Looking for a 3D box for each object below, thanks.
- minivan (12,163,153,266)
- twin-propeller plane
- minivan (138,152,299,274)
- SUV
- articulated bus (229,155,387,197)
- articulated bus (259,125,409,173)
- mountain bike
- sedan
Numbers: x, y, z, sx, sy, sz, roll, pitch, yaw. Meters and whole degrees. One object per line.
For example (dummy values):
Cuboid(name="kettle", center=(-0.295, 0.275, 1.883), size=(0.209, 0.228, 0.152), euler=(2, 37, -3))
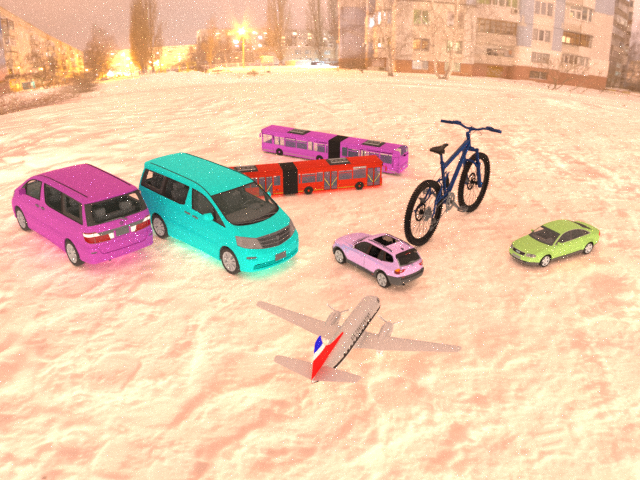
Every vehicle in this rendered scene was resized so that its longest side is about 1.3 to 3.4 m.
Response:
Cuboid(name="minivan", center=(-3.967, -0.570, 11.376), size=(1.324, 1.197, 3.011), euler=(-22, 33, -39))
Cuboid(name="twin-propeller plane", center=(0.333, 1.058, 8.381), size=(2.663, 0.792, 2.129), euler=(10, 27, 21))
Cuboid(name="minivan", center=(-1.664, -0.489, 11.204), size=(3.011, 1.197, 1.324), euler=(22, 33, 39))
Cuboid(name="SUV", center=(0.849, 0.191, 10.480), size=(0.656, 0.580, 1.572), euler=(-18, 31, -34))
Cuboid(name="articulated bus", center=(-0.429, -1.200, 13.469), size=(3.401, 0.561, 0.605), euler=(-6, 26, -13))
Cuboid(name="articulated bus", center=(0.245, -1.980, 15.134), size=(3.401, 0.561, 0.605), euler=(13, 28, 26))
Cuboid(name="mountain bike", center=(2.214, -1.000, 11.716), size=(1.114, 1.688, 2.857), euler=(18, 31, 34))
Cuboid(name="sedan", center=(3.701, -0.009, 11.020), size=(1.613, 0.483, 0.635), euler=(-13, 28, -26))
